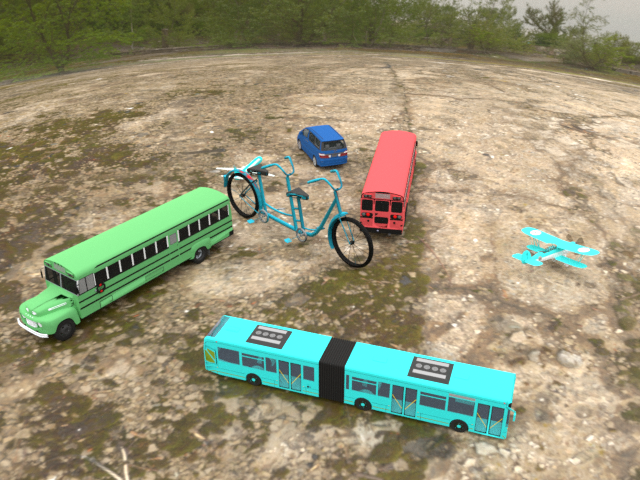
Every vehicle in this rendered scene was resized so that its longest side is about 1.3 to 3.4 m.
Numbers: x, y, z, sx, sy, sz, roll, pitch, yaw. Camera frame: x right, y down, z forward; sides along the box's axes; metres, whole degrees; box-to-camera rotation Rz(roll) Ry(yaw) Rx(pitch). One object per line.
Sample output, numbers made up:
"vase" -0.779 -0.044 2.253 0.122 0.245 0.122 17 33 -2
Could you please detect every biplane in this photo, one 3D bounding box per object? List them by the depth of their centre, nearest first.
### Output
"biplane" 3.258 0.175 9.978 1.090 0.504 1.336 -15 32 -26

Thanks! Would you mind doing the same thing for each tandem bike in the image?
"tandem bike" -0.420 -0.595 10.538 3.192 1.326 0.550 24 37 37

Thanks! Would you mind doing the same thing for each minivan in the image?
"minivan" 0.022 -1.921 13.734 0.681 0.616 1.548 -9 30 -17

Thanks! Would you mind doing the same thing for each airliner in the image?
"airliner" -1.333 -1.403 12.972 1.161 0.429 1.307 9 30 16

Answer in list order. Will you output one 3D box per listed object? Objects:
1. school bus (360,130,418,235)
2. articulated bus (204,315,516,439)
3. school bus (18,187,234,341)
"school bus" 1.231 -1.105 11.985 0.709 0.844 3.322 5 29 9
"articulated bus" 0.377 1.445 7.574 3.401 0.561 0.605 9 30 16
"school bus" -2.546 0.232 9.516 0.709 0.844 3.322 19 34 31
